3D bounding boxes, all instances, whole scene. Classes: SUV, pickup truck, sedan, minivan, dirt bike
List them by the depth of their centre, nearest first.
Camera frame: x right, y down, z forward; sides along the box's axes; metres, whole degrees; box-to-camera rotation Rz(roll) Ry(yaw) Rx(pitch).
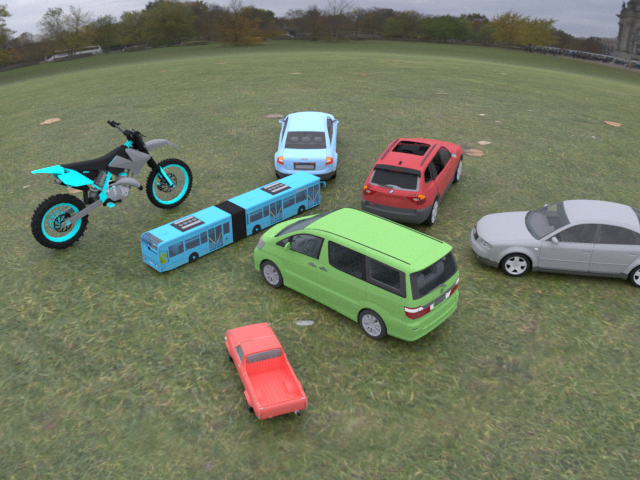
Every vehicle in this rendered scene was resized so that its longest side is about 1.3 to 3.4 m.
[{"bbox_3d":[-0.659,1.459,8.166,0.640,0.511,1.603,-10,31,-17],"label":"pickup truck"},{"bbox_3d":[0.400,0.272,9.590,3.011,1.197,1.324,24,37,36],"label":"minivan"},{"bbox_3d":[3.856,-0.059,10.447,3.137,0.940,1.235,5,29,8],"label":"sedan"},{"bbox_3d":[-3.323,-0.957,11.312,2.903,1.666,1.024,-25,38,-37],"label":"dirt bike"},{"bbox_3d":[1.694,-1.258,12.404,1.276,1.128,3.058,11,31,19],"label":"SUV"},{"bbox_3d":[-0.241,-2.065,14.044,1.235,0.940,3.137,1,29,1],"label":"sedan"}]

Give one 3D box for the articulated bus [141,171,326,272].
[{"bbox_3d":[-1.310,-0.366,11.386,0.605,0.561,3.401,26,38,38],"label":"articulated bus"}]
